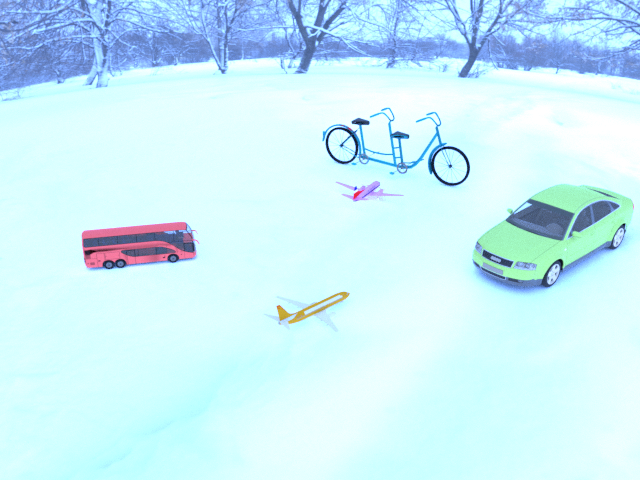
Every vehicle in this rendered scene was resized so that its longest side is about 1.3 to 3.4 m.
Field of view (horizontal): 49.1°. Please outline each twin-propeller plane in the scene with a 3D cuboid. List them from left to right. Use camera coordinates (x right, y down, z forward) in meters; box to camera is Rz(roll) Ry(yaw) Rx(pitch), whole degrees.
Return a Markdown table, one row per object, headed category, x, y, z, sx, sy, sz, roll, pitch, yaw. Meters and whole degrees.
| category | x | y | z | sx | sy | sz | roll | pitch | yaw |
| --- | --- | --- | --- | --- | --- | --- | --- | --- | --- |
| twin-propeller plane | 0.838 | -0.919 | 12.548 | 1.370 | 0.407 | 1.095 | 14 | 29 | 26 |

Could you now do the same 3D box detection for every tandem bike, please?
| category | x | y | z | sx | sy | sz | roll | pitch | yaw |
| --- | --- | --- | --- | --- | --- | --- | --- | --- | --- |
| tandem bike | 1.406 | -1.898 | 13.513 | 3.192 | 1.326 | 0.550 | 15 | 30 | 29 |

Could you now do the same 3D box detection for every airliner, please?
| category | x | y | z | sx | sy | sz | roll | pitch | yaw |
| --- | --- | --- | --- | --- | --- | --- | --- | --- | --- |
| airliner | -0.074 | 0.805 | 8.974 | 1.307 | 0.429 | 1.161 | -22 | 34 | -38 |

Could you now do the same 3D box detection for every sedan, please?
| category | x | y | z | sx | sy | sz | roll | pitch | yaw |
| --- | --- | --- | --- | --- | --- | --- | --- | --- | --- |
| sedan | 3.547 | -0.217 | 10.494 | 3.137 | 0.940 | 1.235 | -21 | 33 | -37 |

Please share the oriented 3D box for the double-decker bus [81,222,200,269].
| category | x | y | z | sx | sy | sz | roll | pitch | yaw |
| --- | --- | --- | --- | --- | --- | --- | --- | --- | --- |
| double-decker bus | -2.639 | 0.068 | 10.362 | 1.672 | 0.541 | 0.389 | -6 | 26 | -12 |
